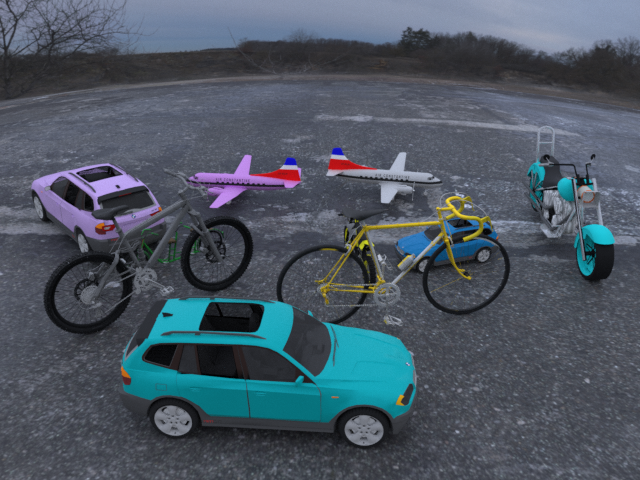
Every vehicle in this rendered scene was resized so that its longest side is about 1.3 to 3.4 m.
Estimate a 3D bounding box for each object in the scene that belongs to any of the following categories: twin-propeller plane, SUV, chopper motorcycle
[{"bbox_3d":[-1.396,-1.140,12.577,2.129,0.792,2.663,3,26,7],"label":"twin-propeller plane"},{"bbox_3d":[-0.519,1.263,7.234,3.058,1.128,1.276,2,26,4],"label":"SUV"},{"bbox_3d":[1.186,-1.247,12.799,2.129,0.792,2.663,6,26,11],"label":"twin-propeller plane"},{"bbox_3d":[3.824,-0.642,10.762,0.906,1.480,3.040,-1,26,-2],"label":"chopper motorcycle"},{"bbox_3d":[1.893,0.023,10.420,1.572,0.580,0.656,-9,27,-17],"label":"SUV"},{"bbox_3d":[-3.612,-0.661,11.204,1.276,1.128,3.058,-20,32,-35],"label":"SUV"}]

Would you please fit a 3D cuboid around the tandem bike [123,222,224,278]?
[{"bbox_3d":[-2.121,0.067,10.214,1.642,0.682,0.283,-18,31,-33],"label":"tandem bike"}]

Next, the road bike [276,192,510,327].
[{"bbox_3d":[0.950,0.290,8.638,3.004,1.656,0.697,-4,26,-9],"label":"road bike"}]

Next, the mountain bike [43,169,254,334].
[{"bbox_3d":[-2.096,0.150,8.889,2.857,1.688,1.114,-18,31,-32],"label":"mountain bike"}]

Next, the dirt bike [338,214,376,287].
[{"bbox_3d":[0.552,0.053,10.041,0.527,0.857,1.493,-6,26,-12],"label":"dirt bike"}]
